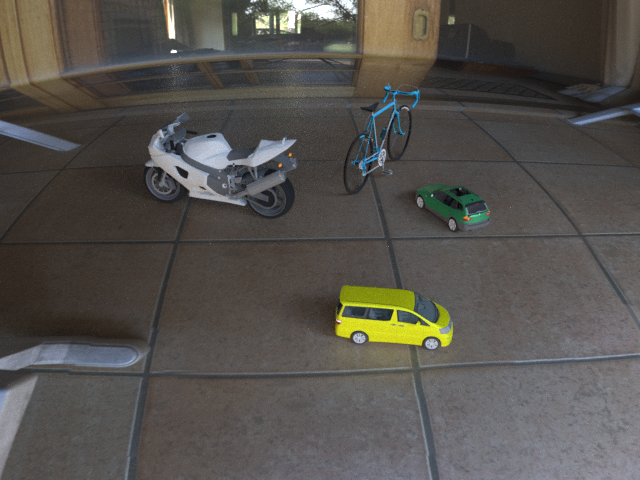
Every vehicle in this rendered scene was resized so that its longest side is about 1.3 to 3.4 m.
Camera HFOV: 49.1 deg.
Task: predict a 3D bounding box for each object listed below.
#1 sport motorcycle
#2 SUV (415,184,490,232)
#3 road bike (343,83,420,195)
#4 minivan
[{"bbox_3d":[-1.797,-1.246,12.238,2.955,1.596,0.983,9,30,15],"label":"sport motorcycle"},{"bbox_3d":[2.308,-0.665,12.241,0.656,0.580,1.572,-14,32,-23],"label":"SUV"},{"bbox_3d":[1.180,-2.015,13.550,0.696,1.656,3.004,16,33,26],"label":"road bike"},{"bbox_3d":[0.981,0.998,9.237,1.548,0.616,0.681,4,29,6],"label":"minivan"}]
